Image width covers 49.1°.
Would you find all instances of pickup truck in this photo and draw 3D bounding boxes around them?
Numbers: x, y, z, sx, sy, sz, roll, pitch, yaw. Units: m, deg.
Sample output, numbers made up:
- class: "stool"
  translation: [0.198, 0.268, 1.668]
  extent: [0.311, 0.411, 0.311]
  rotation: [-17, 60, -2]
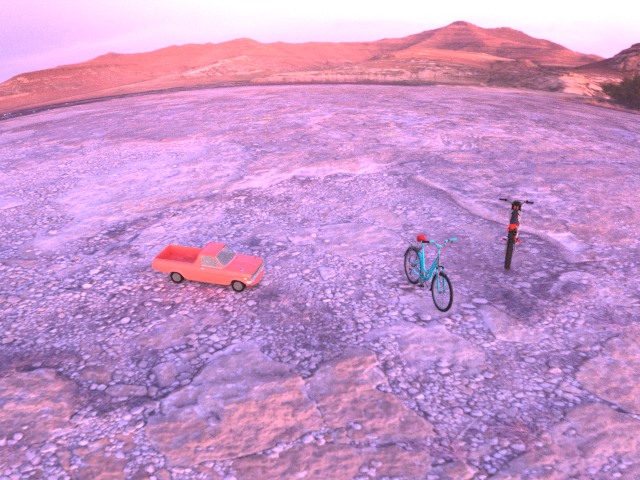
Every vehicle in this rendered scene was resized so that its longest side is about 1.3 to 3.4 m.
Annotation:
- class: "pickup truck"
  translation: [-1.631, 0.327, 10.258]
  extent: [1.603, 0.511, 0.640]
  rotation: [7, 26, 15]

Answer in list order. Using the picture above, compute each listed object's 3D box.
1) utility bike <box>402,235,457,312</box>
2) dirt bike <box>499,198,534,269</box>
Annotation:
- class: "utility bike"
  translation: [1.539, 0.334, 9.727]
  extent: [0.535, 0.946, 1.435]
  rotation: [-9, 26, -18]
- class: "dirt bike"
  translation: [3.006, -0.173, 10.922]
  extent: [0.527, 0.857, 1.493]
  rotation: [8, 26, 17]
